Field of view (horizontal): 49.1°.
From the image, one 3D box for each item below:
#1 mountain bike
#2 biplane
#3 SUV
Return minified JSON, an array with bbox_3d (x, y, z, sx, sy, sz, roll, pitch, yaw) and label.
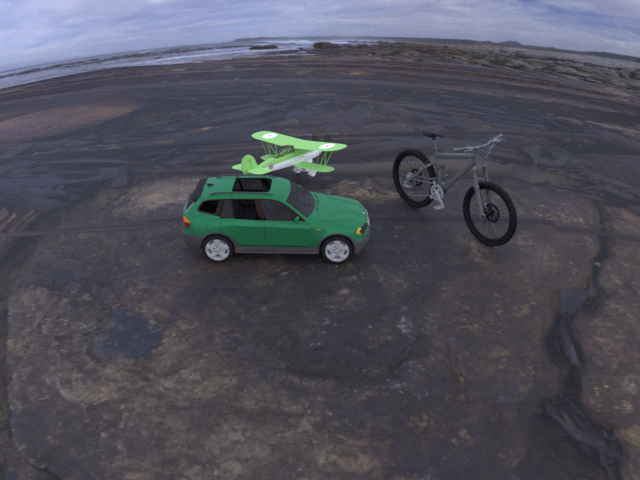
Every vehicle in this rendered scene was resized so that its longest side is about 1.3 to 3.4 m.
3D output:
[{"bbox_3d":[2.224,-1.026,11.882,1.114,1.688,2.857,-20,34,-31],"label":"mountain bike"},{"bbox_3d":[-0.693,-1.601,13.657,2.120,0.981,2.598,-24,37,-37],"label":"biplane"},{"bbox_3d":[-0.712,-0.403,11.331,3.058,1.128,1.276,1,29,1],"label":"SUV"}]
